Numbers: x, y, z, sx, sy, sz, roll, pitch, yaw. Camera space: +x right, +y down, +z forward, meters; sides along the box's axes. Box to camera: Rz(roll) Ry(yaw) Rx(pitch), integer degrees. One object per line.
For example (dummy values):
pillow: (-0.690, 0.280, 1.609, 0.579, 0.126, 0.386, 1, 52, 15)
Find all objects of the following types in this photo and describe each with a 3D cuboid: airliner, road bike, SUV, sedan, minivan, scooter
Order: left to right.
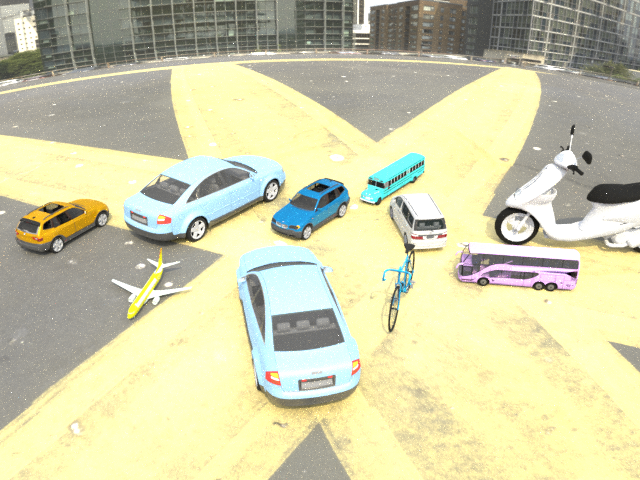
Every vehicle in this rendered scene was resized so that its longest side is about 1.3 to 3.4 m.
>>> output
SUV: (-4.050, -0.327, 11.054, 0.656, 0.580, 1.572, 14, 32, 24)
airliner: (-2.361, 0.594, 9.538, 1.161, 0.429, 1.307, 5, 29, 8)
sedan: (-1.836, -0.900, 11.722, 1.235, 0.940, 3.137, 20, 35, 32)
sedan: (-0.352, 0.797, 8.641, 1.235, 0.940, 3.137, -6, 29, -11)
SUV: (-0.140, -0.547, 11.453, 0.656, 0.580, 1.572, 20, 34, 32)
road bike: (1.089, 0.542, 9.195, 0.358, 0.852, 1.545, 9, 30, 16)
minivan: (1.545, -0.405, 11.159, 0.681, 0.616, 1.548, -4, 29, -7)
scooter: (4.048, -0.652, 10.395, 2.721, 1.786, 1.288, 4, 29, 7)

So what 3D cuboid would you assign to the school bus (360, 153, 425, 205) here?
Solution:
school bus: (1.322, -1.115, 12.636, 0.365, 0.434, 1.708, 20, 35, 32)

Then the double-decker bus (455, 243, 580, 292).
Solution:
double-decker bus: (2.752, 0.368, 9.832, 1.672, 0.541, 0.389, 4, 29, 7)
